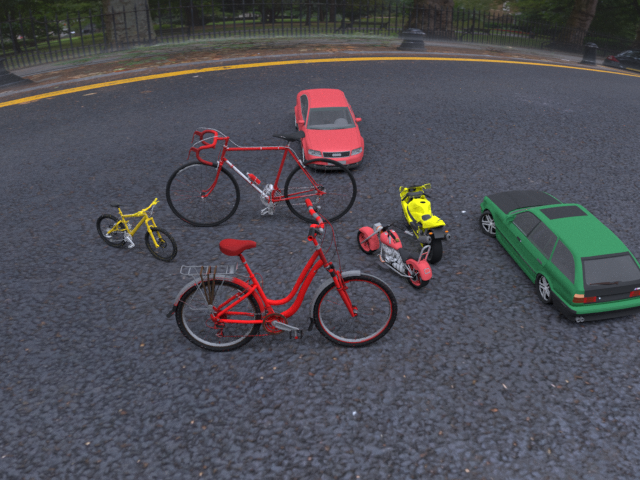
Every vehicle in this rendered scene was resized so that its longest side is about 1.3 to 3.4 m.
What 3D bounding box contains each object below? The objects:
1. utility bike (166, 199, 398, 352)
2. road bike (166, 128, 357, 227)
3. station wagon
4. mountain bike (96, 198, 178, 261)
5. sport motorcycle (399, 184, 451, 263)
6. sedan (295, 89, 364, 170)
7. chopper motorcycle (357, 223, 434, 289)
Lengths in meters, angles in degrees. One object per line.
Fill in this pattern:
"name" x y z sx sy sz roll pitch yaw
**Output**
"utility bike" -0.455 0.489 8.341 2.791 1.839 1.039 -1 31 -2
"road bike" -0.914 -0.950 10.917 3.004 1.656 0.697 -2 31 -3
"station wagon" 3.405 -0.042 10.118 1.327 0.920 3.105 -6 32 -11
"mountain bike" -2.752 -0.168 10.380 1.469 0.868 0.573 14 34 22
"sport motorcycle" 1.549 -0.290 10.629 0.506 0.821 1.520 -7 32 -11
"sedan" 0.149 -2.357 13.958 1.235 0.940 3.137 -3 31 -5
"chopper motorcycle" 1.045 0.103 10.033 0.466 0.761 1.563 -19 36 -28
